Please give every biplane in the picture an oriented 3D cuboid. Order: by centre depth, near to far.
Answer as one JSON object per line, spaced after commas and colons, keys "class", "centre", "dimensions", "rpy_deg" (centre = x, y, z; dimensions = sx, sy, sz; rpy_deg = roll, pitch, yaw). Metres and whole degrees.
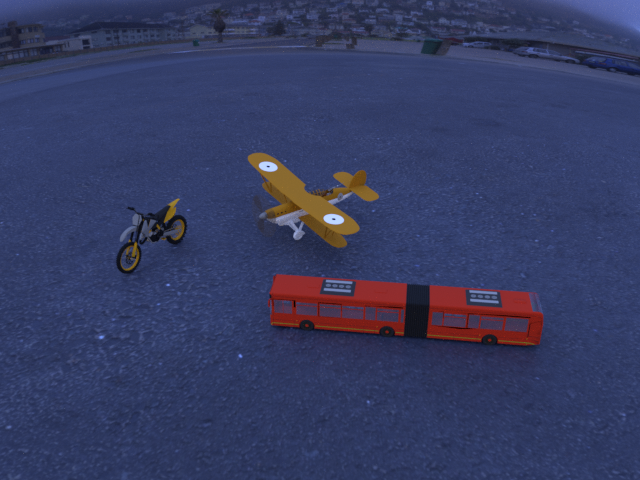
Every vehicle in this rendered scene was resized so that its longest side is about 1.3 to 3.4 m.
{"class": "biplane", "centre": [-0.054, -0.608, 11.127], "dimensions": [2.120, 0.981, 2.598], "rpy_deg": [-20, 35, -32]}

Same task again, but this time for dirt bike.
{"class": "dirt bike", "centre": [-2.483, -0.119, 10.365], "dimensions": [0.527, 0.857, 1.493], "rpy_deg": [16, 32, 26]}

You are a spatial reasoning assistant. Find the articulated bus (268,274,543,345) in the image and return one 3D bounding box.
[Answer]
{"class": "articulated bus", "centre": [1.031, 0.876, 8.856], "dimensions": [3.401, 0.561, 0.605], "rpy_deg": [4, 29, 7]}
